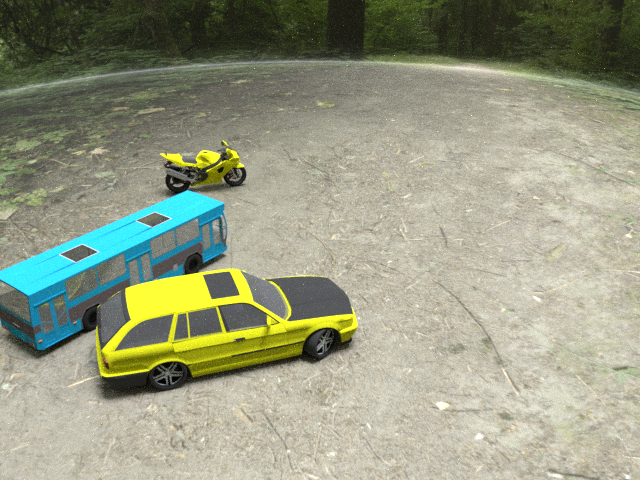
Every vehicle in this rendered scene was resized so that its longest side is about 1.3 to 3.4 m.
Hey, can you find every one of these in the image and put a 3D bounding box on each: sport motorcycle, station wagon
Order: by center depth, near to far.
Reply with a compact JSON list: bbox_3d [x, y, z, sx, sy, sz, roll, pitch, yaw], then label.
[{"bbox_3d":[-1.090,0.908,8.396,3.105,0.920,1.327,-9,29,-16],"label":"station wagon"},{"bbox_3d":[-2.095,-1.305,12.737,1.520,0.821,0.506,-8,29,-15],"label":"sport motorcycle"}]

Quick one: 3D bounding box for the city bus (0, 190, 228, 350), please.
[{"bbox_3d":[-2.675,0.331,9.527,0.926,0.894,3.255,19,33,32],"label":"city bus"}]
